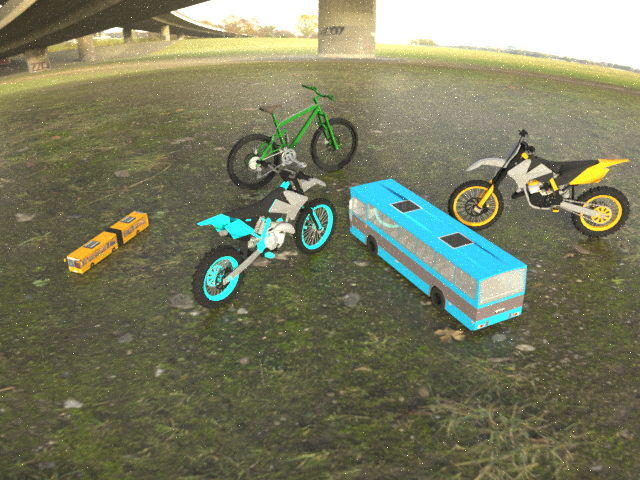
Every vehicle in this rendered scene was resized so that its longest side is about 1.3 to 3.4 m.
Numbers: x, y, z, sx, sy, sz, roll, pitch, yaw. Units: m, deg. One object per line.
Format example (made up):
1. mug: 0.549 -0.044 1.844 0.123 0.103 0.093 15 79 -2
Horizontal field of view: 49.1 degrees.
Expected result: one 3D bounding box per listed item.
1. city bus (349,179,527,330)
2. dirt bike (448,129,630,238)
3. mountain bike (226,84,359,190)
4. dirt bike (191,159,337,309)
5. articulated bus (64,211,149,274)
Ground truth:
1. city bus: 1.576 0.135 10.285 0.926 0.894 3.255 -14 31 -24
2. dirt bike: 3.556 -0.831 11.271 2.903 1.666 1.024 3 28 5
3. mountain bike: -0.468 -1.928 13.302 2.857 1.688 1.114 -16 32 -27
4. dirt bike: -0.730 -0.183 10.060 1.024 1.666 2.903 22 35 35
5. articulated bus: -3.352 0.009 11.162 0.311 0.289 1.749 11 30 20
